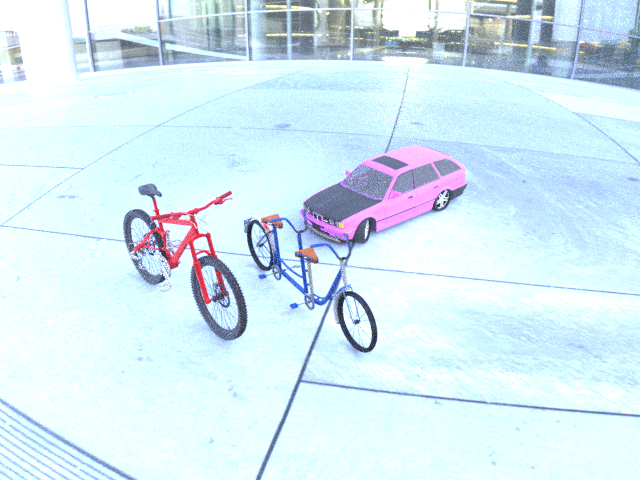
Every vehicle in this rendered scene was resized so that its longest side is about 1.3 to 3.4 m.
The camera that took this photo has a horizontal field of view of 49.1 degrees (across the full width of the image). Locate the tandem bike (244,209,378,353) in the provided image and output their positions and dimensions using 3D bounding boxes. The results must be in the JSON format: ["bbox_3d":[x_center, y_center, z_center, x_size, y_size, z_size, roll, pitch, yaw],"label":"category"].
[{"bbox_3d":[-0.224,0.273,9.148,0.550,1.326,3.192,-17,32,-29],"label":"tandem bike"}]

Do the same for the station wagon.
[{"bbox_3d":[1.105,-0.867,11.750,3.105,0.920,1.327,-22,35,-35],"label":"station wagon"}]

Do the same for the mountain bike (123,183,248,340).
[{"bbox_3d":[-1.842,0.139,9.014,1.114,1.688,2.857,-23,35,-36],"label":"mountain bike"}]
